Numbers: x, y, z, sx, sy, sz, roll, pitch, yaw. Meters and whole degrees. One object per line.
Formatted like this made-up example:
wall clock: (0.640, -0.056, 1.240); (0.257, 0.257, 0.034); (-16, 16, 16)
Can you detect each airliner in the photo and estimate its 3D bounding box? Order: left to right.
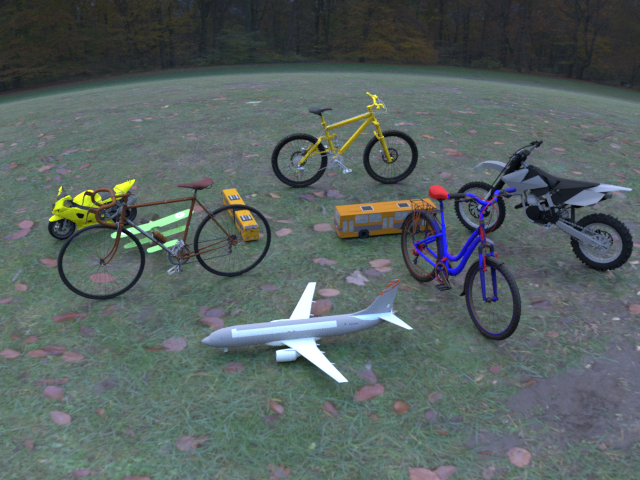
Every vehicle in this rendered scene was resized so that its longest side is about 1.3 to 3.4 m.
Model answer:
airliner: (-0.204, 0.949, 8.699); (2.541, 0.835, 2.257); (-4, 27, -9)

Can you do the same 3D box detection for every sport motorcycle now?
sport motorcycle: (-3.784, -0.519, 11.676); (1.520, 0.821, 0.506); (-16, 31, -29)

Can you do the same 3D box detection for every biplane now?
biplane: (-2.607, -0.069, 11.124); (1.336, 0.504, 1.090); (-11, 28, -21)

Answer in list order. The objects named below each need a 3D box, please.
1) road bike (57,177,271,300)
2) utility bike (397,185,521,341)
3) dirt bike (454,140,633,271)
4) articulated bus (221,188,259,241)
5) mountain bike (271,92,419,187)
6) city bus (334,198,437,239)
road bike: (-2.131, -0.060, 9.811); (3.004, 1.656, 0.696); (-10, 28, -19)
utility bike: (1.897, 0.029, 9.425); (1.039, 1.839, 2.791); (-12, 29, -22)
dirt bike: (3.410, -0.578, 10.843); (2.903, 1.666, 1.024); (19, 32, 34)
articulated bus: (-1.392, -0.460, 12.157); (0.311, 0.289, 1.749); (-9, 28, -17)
mountain bike: (0.489, -1.827, 13.338); (2.857, 1.688, 1.114); (-3, 27, -6)
city bus: (1.093, -0.349, 11.740); (1.674, 0.460, 0.476); (-5, 27, -10)
